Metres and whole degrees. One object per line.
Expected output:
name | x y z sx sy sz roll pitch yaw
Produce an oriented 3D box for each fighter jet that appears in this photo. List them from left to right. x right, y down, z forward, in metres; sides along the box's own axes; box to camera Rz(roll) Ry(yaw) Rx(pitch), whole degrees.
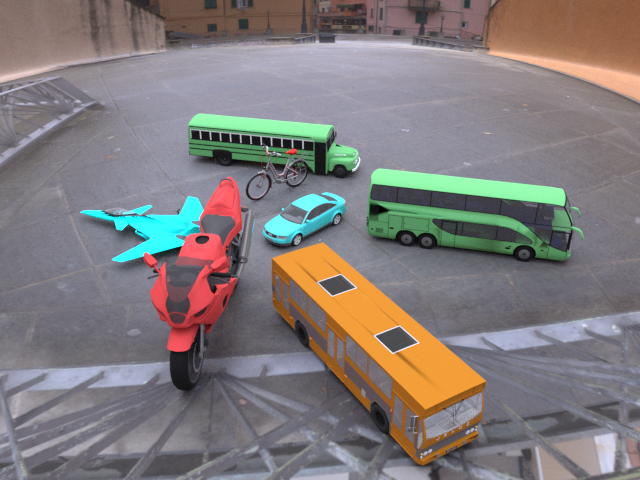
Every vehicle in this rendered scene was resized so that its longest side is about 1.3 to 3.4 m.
fighter jet | -2.809 -0.372 11.298 2.640 0.557 2.229 11 32 18

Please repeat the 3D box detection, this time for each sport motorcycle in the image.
sport motorcycle | -1.423 0.467 8.859 0.983 1.596 2.955 3 31 5

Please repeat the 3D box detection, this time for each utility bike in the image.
utility bike | -0.696 -1.235 12.374 1.435 0.946 0.535 -23 37 -33

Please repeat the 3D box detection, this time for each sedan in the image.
sedan | -0.241 -0.395 11.408 0.635 0.483 1.613 26 39 36

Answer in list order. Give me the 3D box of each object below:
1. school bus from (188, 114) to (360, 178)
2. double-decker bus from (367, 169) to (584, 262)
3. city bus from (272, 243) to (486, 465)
school bus | -0.877 -1.847 13.507 3.322 0.844 0.709 7 31 12
double-decker bus | 2.351 -0.387 10.837 3.251 1.052 0.756 8 31 13
city bus | 0.525 1.206 8.299 0.926 0.894 3.255 -17 35 -26
